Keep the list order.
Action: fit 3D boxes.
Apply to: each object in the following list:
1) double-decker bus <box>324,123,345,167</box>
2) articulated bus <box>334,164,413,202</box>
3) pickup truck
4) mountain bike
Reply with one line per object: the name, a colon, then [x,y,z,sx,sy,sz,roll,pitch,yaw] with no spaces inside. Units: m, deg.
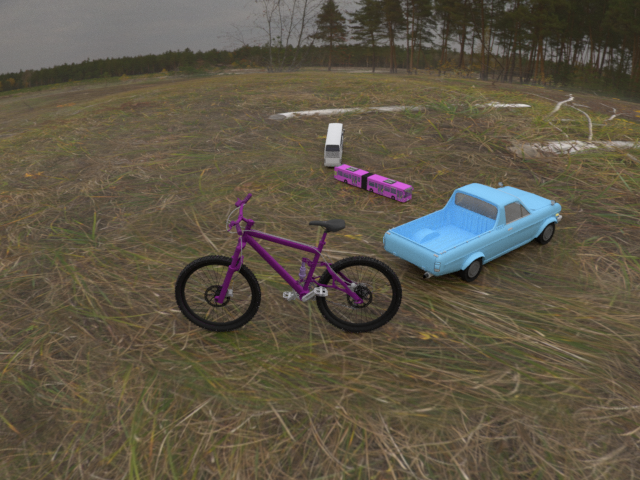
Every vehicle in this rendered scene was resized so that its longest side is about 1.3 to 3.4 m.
double-decker bus: [0.307,-2.049,14.924,0.389,0.541,1.672,2,26,3]
articulated bus: [0.990,-1.090,13.277,1.749,0.289,0.311,23,35,38]
pickup truck: [2.427,-0.255,10.804,3.117,0.993,1.244,-21,33,-35]
mountain bike: [-0.398,0.416,8.672,2.857,1.688,1.114,0,26,1]
